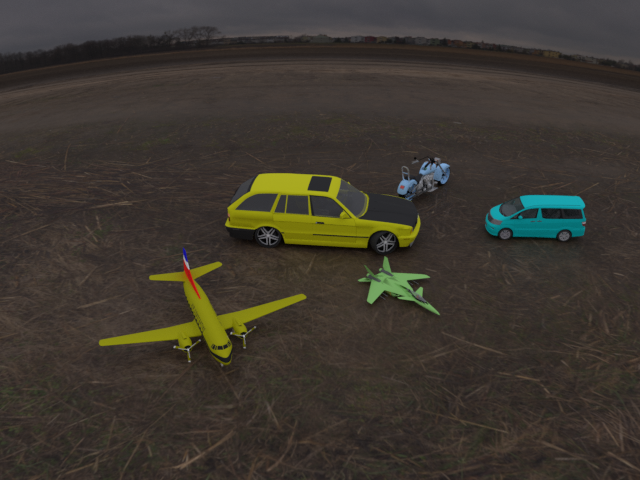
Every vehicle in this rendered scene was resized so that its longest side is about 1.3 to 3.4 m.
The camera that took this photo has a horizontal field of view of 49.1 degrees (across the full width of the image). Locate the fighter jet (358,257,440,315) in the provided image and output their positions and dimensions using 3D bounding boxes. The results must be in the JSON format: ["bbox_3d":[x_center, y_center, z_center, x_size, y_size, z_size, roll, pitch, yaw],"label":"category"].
[{"bbox_3d":[1.192,0.671,9.826,1.147,0.286,1.358,-20,34,-32],"label":"fighter jet"}]

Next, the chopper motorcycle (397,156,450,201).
[{"bbox_3d":[1.930,-1.190,12.770,0.466,0.761,1.563,22,36,35],"label":"chopper motorcycle"}]

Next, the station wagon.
[{"bbox_3d":[0.069,-0.498,11.322,3.105,0.920,1.327,3,29,6],"label":"station wagon"}]

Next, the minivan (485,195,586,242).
[{"bbox_3d":[3.512,-0.386,11.435,1.548,0.616,0.681,2,28,3],"label":"minivan"}]

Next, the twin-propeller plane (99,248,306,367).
[{"bbox_3d":[-1.492,0.855,8.954,2.663,0.792,2.129,-11,30,-20],"label":"twin-propeller plane"}]
